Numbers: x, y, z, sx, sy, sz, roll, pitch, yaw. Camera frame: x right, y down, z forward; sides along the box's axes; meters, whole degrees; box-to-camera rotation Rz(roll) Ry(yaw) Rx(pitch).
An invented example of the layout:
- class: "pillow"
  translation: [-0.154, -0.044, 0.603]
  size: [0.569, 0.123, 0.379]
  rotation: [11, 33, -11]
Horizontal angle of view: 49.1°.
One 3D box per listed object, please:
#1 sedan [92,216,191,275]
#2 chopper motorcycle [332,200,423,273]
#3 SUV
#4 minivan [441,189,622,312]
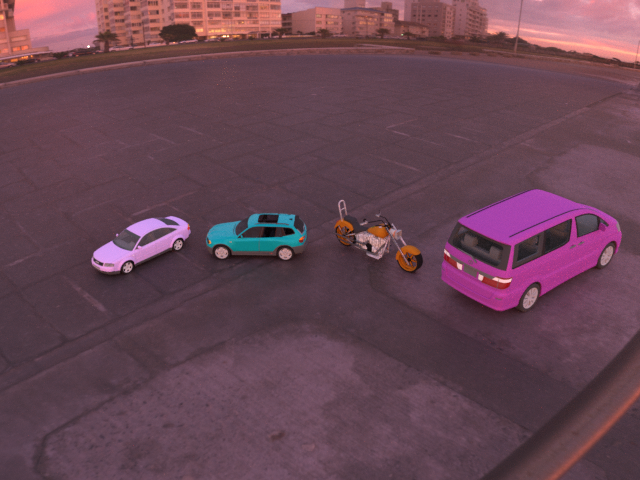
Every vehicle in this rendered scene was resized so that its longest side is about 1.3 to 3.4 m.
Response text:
- class: "sedan"
  translation: [-2.716, 0.022, 10.661]
  size: [0.635, 0.483, 1.613]
  rotation: [23, 36, 36]
- class: "chopper motorcycle"
  translation: [0.860, -0.061, 10.522]
  size: [1.563, 0.761, 0.466]
  rotation: [21, 35, 34]
- class: "SUV"
  translation: [-0.967, -0.088, 10.760]
  size: [1.572, 0.580, 0.656]
  rotation: [1, 29, 2]
- class: "minivan"
  translation: [3.128, -0.025, 10.002]
  size: [3.011, 1.197, 1.324]
  rotation: [-21, 35, -33]
